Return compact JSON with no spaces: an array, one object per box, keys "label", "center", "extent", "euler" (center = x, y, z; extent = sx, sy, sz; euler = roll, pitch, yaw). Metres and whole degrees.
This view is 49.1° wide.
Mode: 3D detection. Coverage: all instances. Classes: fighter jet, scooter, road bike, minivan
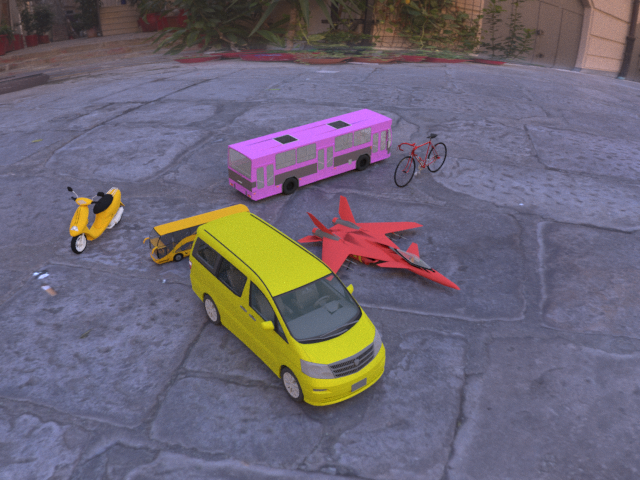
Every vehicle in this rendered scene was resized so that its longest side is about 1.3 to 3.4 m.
[{"label":"fighter jet","center":[0.991,0.095,10.466],"extent":[2.640,0.557,2.229],"euler":[25,38,36]},{"label":"scooter","center":[-3.539,-0.452,11.055],"extent":[0.662,0.919,1.399],"euler":[10,31,16]},{"label":"road bike","center":[1.888,-1.518,12.981],"extent":[1.545,0.852,0.358],"euler":[-26,39,-37]},{"label":"minivan","center":[-0.474,0.750,8.680],"extent":[1.324,1.197,3.011],"euler":[-21,36,-32]}]

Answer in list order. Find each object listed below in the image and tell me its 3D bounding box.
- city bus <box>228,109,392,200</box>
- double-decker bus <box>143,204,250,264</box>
[{"label":"city bus","center":[-0.118,-1.606,13.092],"extent":[3.255,0.894,0.926],"euler":[-21,36,-32]},{"label":"double-decker bus","center":[-1.857,-0.091,10.805],"extent":[1.672,0.541,0.389],"euler":[-17,34,-27]}]
